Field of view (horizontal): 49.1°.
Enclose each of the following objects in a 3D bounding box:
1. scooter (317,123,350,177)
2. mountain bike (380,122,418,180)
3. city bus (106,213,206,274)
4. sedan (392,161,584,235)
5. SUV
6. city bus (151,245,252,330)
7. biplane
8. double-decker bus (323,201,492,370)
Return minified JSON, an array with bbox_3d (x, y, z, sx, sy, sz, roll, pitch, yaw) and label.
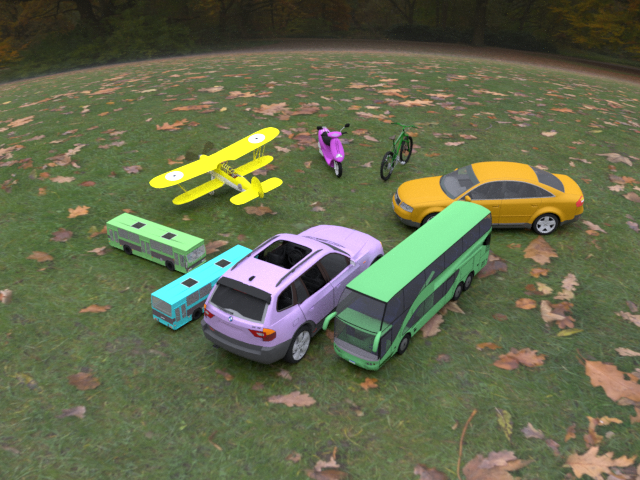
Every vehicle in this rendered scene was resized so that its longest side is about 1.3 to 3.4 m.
[{"bbox_3d":[0.214,-1.872,13.697,0.662,0.919,1.399,-8,30,-13],"label":"scooter"},{"bbox_3d":[1.499,-1.732,13.500,0.573,0.868,1.469,15,33,25],"label":"mountain bike"},{"bbox_3d":[-2.524,0.059,10.750,1.674,0.460,0.476,17,34,28],"label":"city bus"},{"bbox_3d":[2.793,-0.766,11.720,3.137,0.940,1.235,0,30,0],"label":"sedan"},{"bbox_3d":[-0.257,0.484,9.322,1.276,1.128,3.058,17,34,28],"label":"SUV"},{"bbox_3d":[-1.547,0.646,9.714,0.476,0.460,1.674,21,36,32],"label":"city bus"},{"bbox_3d":[-1.620,-1.113,12.293,2.598,0.981,2.120,-22,36,-33],"label":"biplane"},{"bbox_3d":[1.300,0.536,9.306,0.756,1.052,3.251,20,35,31],"label":"double-decker bus"}]
